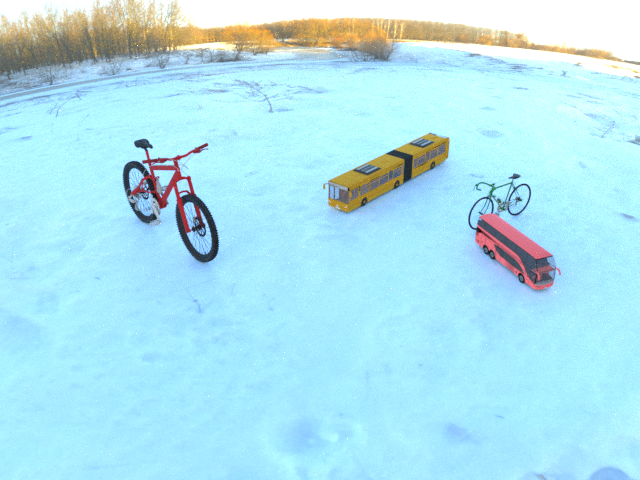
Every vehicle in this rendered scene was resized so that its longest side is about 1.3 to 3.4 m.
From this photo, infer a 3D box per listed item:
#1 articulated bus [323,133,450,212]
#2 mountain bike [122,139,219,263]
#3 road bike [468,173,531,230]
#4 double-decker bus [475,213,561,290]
[{"bbox_3d":[1.388,-1.358,13.477,0.605,0.561,3.401,22,36,35],"label":"articulated bus"},{"bbox_3d":[-2.477,-0.757,11.182,1.114,1.688,2.857,-22,36,-35],"label":"mountain bike"},{"bbox_3d":[3.093,-0.687,11.932,1.545,0.852,0.358,-19,33,-30],"label":"road bike"},{"bbox_3d":[2.968,0.171,10.672,0.389,0.541,1.672,-11,30,-19],"label":"double-decker bus"}]
